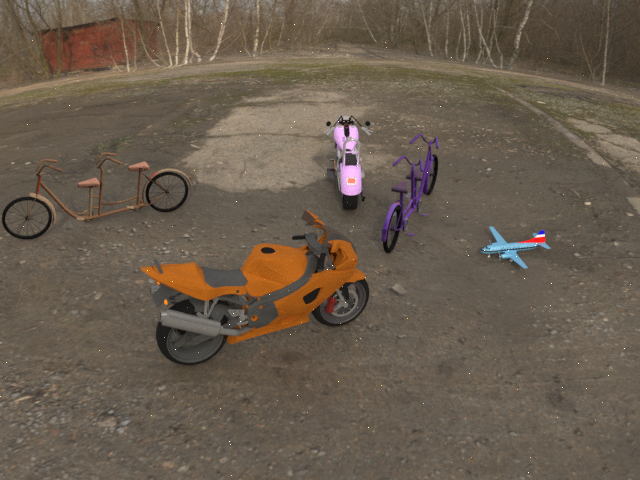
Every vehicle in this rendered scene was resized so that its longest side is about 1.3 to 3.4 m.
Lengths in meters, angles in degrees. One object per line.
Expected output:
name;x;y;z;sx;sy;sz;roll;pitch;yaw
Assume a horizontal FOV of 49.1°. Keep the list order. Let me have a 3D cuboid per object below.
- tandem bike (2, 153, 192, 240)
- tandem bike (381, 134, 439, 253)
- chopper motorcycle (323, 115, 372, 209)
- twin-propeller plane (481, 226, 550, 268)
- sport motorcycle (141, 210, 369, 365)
tandem bike;-3.736;-0.847;11.870;3.192;1.326;0.550;-13;32;-23
tandem bike;1.599;-0.915;11.993;0.550;1.326;3.192;12;31;20
chopper motorcycle;0.510;-1.708;13.262;0.906;1.480;3.040;-1;29;-1
twin-propeller plane;3.087;0.067;11.169;1.095;0.407;1.370;-5;29;-9
sport motorcycle;-0.698;0.657;8.879;2.955;1.596;0.983;-12;31;-20
